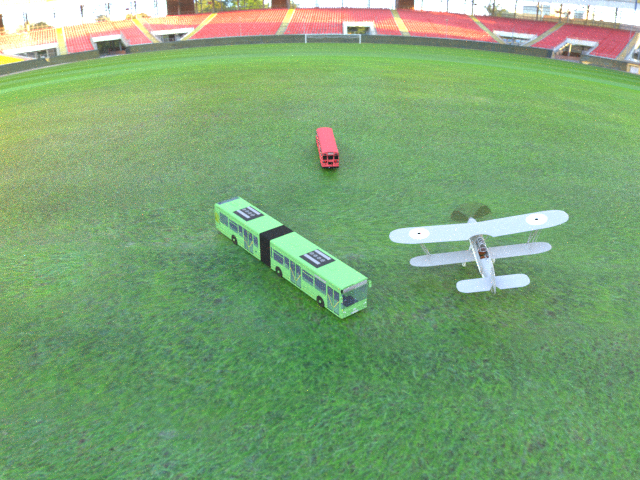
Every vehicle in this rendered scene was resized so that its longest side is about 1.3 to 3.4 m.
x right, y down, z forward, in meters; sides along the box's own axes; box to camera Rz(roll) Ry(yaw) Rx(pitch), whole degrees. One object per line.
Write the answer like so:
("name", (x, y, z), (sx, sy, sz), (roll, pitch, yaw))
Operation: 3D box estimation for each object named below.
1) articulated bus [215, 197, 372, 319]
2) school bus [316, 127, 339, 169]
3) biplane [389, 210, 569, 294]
("articulated bus", (-0.542, 0.178, 10.731), (0.605, 0.561, 3.401), (-21, 35, -33))
("school bus", (0.141, -1.962, 14.692), (0.365, 0.434, 1.708), (-2, 29, -4))
("biplane", (2.332, 0.196, 10.270), (2.598, 0.981, 2.120), (1, 29, 1))
